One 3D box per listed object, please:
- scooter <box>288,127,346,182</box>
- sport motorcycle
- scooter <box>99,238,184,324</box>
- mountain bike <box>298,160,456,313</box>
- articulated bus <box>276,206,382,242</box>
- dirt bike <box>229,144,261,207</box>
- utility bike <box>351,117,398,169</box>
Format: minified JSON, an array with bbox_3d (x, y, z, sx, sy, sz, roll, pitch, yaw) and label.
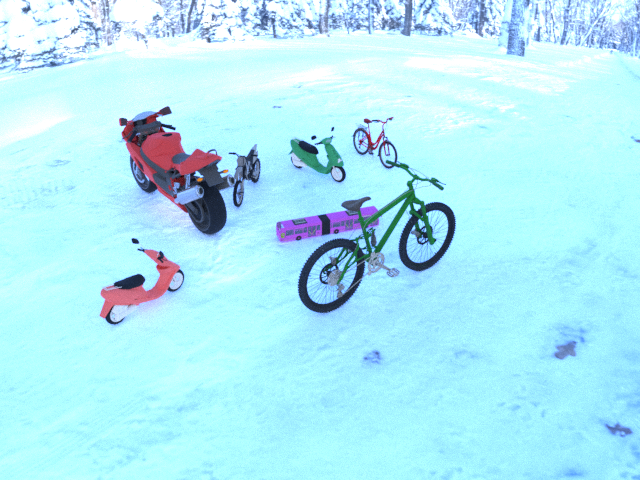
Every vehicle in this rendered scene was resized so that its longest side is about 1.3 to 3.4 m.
[{"bbox_3d":[-0.065,-1.667,13.280,1.399,0.919,0.662,23,37,33],"label":"scooter"},{"bbox_3d":[-2.481,-1.198,11.794,0.983,1.596,2.955,-23,37,-34],"label":"sport motorcycle"},{"bbox_3d":[-2.411,0.528,9.491,0.662,0.919,1.399,22,37,33],"label":"scooter"},{"bbox_3d":[0.880,-0.039,9.703,2.857,1.688,1.114,-20,36,-31],"label":"mountain bike"},{"bbox_3d":[0.152,-0.267,11.492,1.749,0.289,0.311,-10,32,-17],"label":"articulated bus"},{"bbox_3d":[-1.310,-1.225,12.578,0.527,0.857,1.493,6,31,10],"label":"dirt bike"},{"bbox_3d":[1.115,-2.030,13.879,0.535,0.946,1.435,-19,35,-30],"label":"utility bike"}]
